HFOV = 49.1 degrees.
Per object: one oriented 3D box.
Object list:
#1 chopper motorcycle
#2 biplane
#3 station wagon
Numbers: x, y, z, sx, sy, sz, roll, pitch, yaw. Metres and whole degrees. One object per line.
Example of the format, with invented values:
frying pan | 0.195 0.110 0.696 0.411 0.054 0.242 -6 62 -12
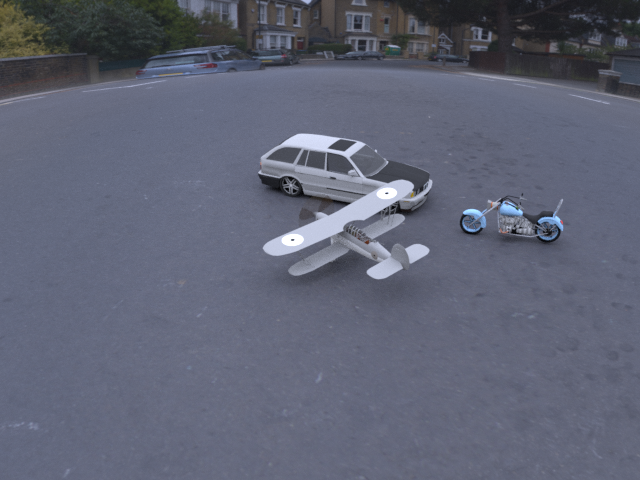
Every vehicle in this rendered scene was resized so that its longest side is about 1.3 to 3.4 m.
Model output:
chopper motorcycle | 2.990 -0.372 10.919 1.563 0.761 0.466 8 28 16
biplane | 0.506 0.013 9.898 2.598 0.981 2.120 -18 32 -32
station wagon | 0.458 -1.264 12.533 3.105 0.920 1.327 12 29 23
